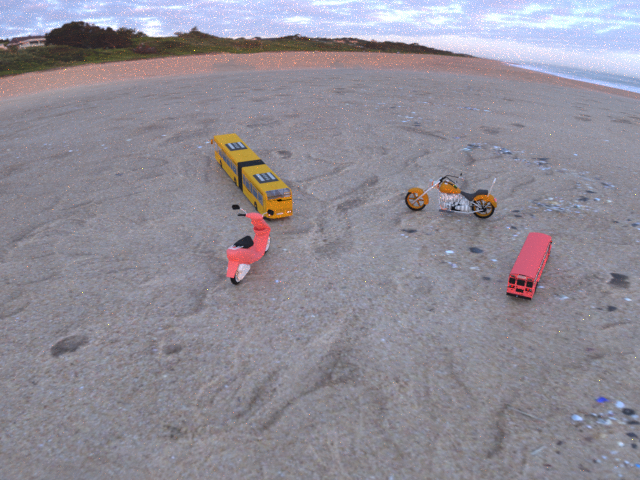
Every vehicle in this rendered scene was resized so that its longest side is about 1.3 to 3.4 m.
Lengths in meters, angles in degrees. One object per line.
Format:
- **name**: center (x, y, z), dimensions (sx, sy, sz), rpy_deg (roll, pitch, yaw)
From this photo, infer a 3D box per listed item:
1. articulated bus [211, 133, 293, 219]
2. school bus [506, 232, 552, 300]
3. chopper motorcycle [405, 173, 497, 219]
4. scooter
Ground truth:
- **articulated bus**: center (-1.322, -1.261, 13.107), dimensions (0.605, 0.561, 3.401), rpy_deg (-11, 28, -20)
- **school bus**: center (3.049, 0.318, 10.093), dimensions (0.365, 0.434, 1.708), rpy_deg (12, 29, 23)
- **chopper motorcycle**: center (2.235, -0.783, 11.930), dimensions (1.563, 0.761, 0.466), rpy_deg (9, 28, 18)
- **scooter**: center (-1.021, 0.005, 10.179), dimensions (0.662, 0.919, 1.399), rpy_deg (9, 28, 17)
